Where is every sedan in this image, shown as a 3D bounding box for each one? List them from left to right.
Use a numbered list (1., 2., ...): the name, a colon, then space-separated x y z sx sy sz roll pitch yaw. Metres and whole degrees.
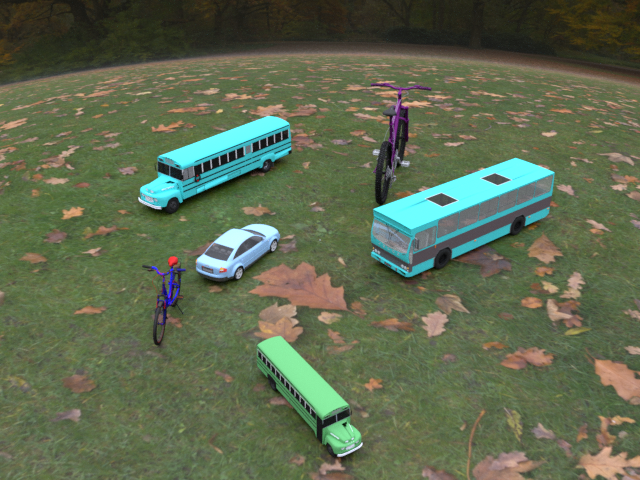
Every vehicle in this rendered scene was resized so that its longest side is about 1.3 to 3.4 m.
1. sedan: -1.190 0.099 10.413 0.635 0.483 1.613 15 32 26

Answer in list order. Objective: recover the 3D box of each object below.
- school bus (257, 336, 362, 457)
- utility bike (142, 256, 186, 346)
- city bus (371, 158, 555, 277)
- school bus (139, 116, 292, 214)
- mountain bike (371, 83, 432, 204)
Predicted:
1. school bus: -0.140 1.668 7.606 0.365 0.434 1.708 -17 33 -28
2. utility bike: -1.904 0.643 8.942 0.535 0.946 1.435 1 29 2
3. city bus: 2.268 -0.380 10.859 3.255 0.894 0.926 -20 35 -32
4. school bus: -1.864 -1.432 12.828 0.709 0.844 3.322 22 35 34
5. mountain bike: 1.337 -1.834 12.684 1.114 1.688 2.857 7 30 13
